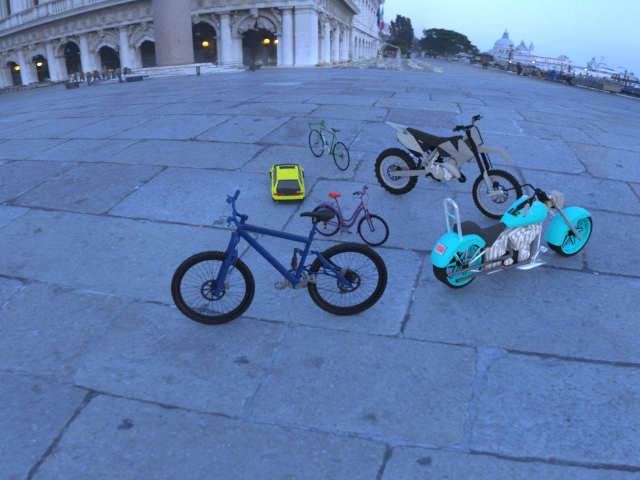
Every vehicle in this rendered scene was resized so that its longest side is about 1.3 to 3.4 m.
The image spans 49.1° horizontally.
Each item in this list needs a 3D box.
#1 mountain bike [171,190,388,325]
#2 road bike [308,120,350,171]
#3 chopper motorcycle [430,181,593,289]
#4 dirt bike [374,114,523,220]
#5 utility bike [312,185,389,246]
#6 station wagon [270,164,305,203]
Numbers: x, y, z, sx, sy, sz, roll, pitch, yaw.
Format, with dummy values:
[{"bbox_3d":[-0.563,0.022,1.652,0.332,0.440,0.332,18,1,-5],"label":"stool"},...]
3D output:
[{"bbox_3d":[-0.514,0.312,9.098,2.857,1.688,1.114,-3,27,-6],"label":"mountain bike"},{"bbox_3d":[0.177,-2.005,14.595,0.358,0.852,1.545,-16,31,-29],"label":"road bike"},{"bbox_3d":[2.930,-0.189,10.318,3.040,1.480,0.906,-14,30,-26],"label":"chopper motorcycle"},{"bbox_3d":[2.252,-1.368,12.438,2.903,1.666,1.024,18,32,31],"label":"dirt bike"},{"bbox_3d":[0.482,-0.447,11.417,1.435,0.946,0.535,12,29,23],"label":"utility bike"},{"bbox_3d":[-0.624,-1.184,13.394,0.682,0.473,1.597,-2,27,-4],"label":"station wagon"}]
